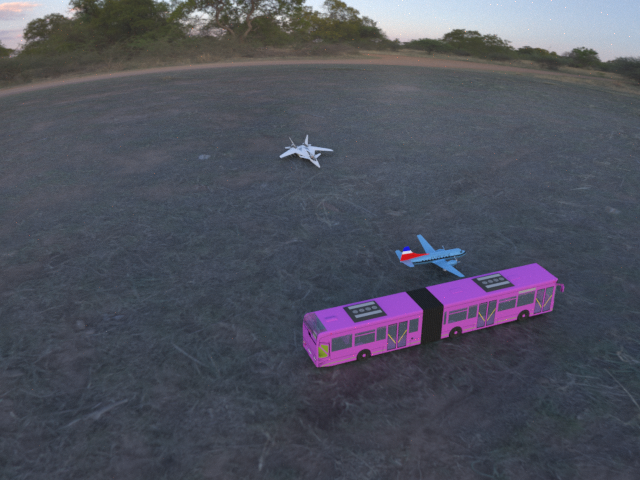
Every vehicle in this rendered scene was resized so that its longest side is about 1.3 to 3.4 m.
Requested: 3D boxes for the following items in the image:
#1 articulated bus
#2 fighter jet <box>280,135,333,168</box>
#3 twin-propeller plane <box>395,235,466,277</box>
[{"bbox_3d":[1.456,0.908,8.766,3.401,0.561,0.605,-10,29,-19],"label":"articulated bus"},{"bbox_3d":[-0.238,-1.795,14.290,1.147,0.286,1.358,-10,29,-18],"label":"fighter jet"},{"bbox_3d":[1.675,0.207,10.289,1.095,0.407,1.370,-9,29,-17],"label":"twin-propeller plane"}]
